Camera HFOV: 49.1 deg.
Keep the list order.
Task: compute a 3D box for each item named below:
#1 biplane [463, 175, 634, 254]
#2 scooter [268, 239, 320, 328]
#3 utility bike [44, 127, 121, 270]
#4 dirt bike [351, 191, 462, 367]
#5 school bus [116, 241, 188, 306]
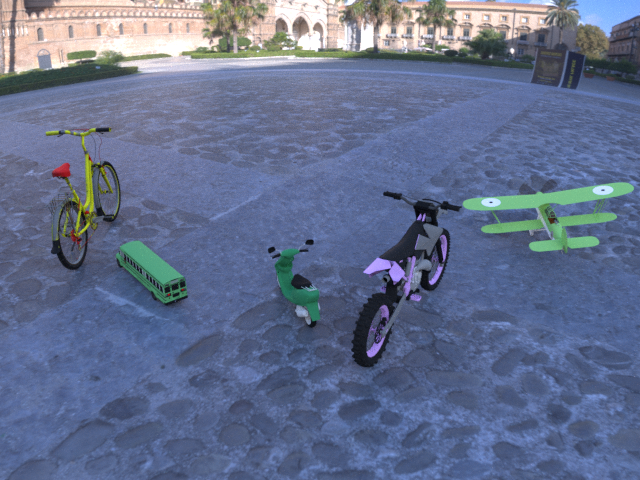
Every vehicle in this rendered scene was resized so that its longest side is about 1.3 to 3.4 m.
[{"bbox_3d":[3.576,-0.305,10.969,2.598,0.981,2.120,2,27,4],"label":"biplane"},{"bbox_3d":[-0.324,0.522,9.411,0.662,0.919,1.399,-11,29,-21],"label":"scooter"},{"bbox_3d":[-3.774,-0.779,10.955,1.039,1.839,2.791,2,27,3],"label":"utility bike"},{"bbox_3d":[1.122,0.337,8.950,1.024,1.666,2.903,14,30,26],"label":"dirt bike"},{"bbox_3d":[-2.486,0.426,10.135,0.365,0.434,1.708,-20,33,-33],"label":"school bus"}]
